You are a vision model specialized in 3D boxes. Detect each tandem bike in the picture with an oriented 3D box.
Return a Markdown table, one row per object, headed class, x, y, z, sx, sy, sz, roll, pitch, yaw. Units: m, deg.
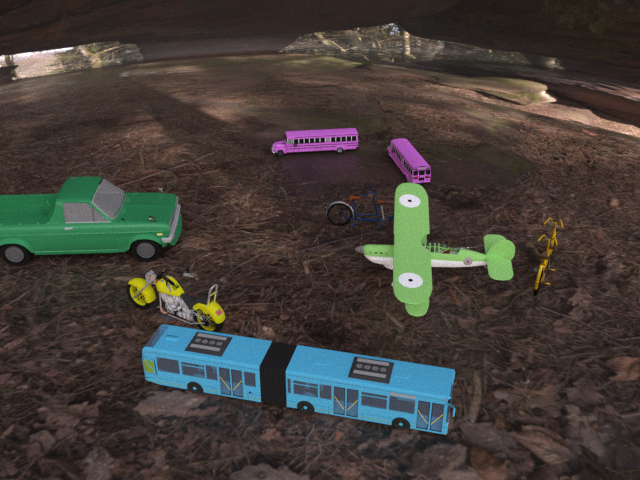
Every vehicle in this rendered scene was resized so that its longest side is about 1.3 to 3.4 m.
| class | x | y | z | sx | sy | sz | roll | pitch | yaw |
| --- | --- | --- | --- | --- | --- | --- | --- | --- | --- |
| tandem bike | 0.896 | -0.521 | 11.058 | 1.642 | 0.682 | 0.283 | 1 | 29 | 2 |
| tandem bike | 3.179 | 0.176 | 9.791 | 0.283 | 0.682 | 1.642 | 13 | 31 | 22 |

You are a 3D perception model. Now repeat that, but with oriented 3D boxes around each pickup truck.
| class | x | y | z | sx | sy | sz | roll | pitch | yaw |
| --- | --- | --- | --- | --- | --- | --- | --- | --- | --- |
| pickup truck | -3.665 | -0.353 | 10.429 | 3.117 | 0.993 | 1.244 | -2 | 29 | -3 |

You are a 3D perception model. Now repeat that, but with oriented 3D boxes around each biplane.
| class | x | y | z | sx | sy | sz | roll | pitch | yaw |
| --- | --- | --- | --- | --- | --- | --- | --- | --- | --- |
| biplane | 1.527 | 0.222 | 9.398 | 2.120 | 0.981 | 2.598 | 3 | 29 | 5 |

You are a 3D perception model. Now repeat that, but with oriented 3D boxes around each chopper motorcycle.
| class | x | y | z | sx | sy | sz | roll | pitch | yaw |
| --- | --- | --- | --- | --- | --- | --- | --- | --- | --- |
| chopper motorcycle | -1.842 | 0.685 | 8.784 | 1.563 | 0.761 | 0.466 | 17 | 33 | 28 |

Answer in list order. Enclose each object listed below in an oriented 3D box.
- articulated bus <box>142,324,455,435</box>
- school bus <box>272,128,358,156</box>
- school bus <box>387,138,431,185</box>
| class | x | y | z | sx | sy | sz | roll | pitch | yaw |
| --- | --- | --- | --- | --- | --- | --- | --- | --- | --- |
| articulated bus | -0.252 | 1.476 | 7.553 | 3.401 | 0.561 | 0.605 | 7 | 30 | 12 |
| school bus | -0.103 | -1.950 | 13.911 | 1.708 | 0.434 | 0.365 | -4 | 29 | -7 |
| school bus | 1.632 | -1.496 | 13.086 | 0.365 | 0.434 | 1.708 | -5 | 29 | -10 |
